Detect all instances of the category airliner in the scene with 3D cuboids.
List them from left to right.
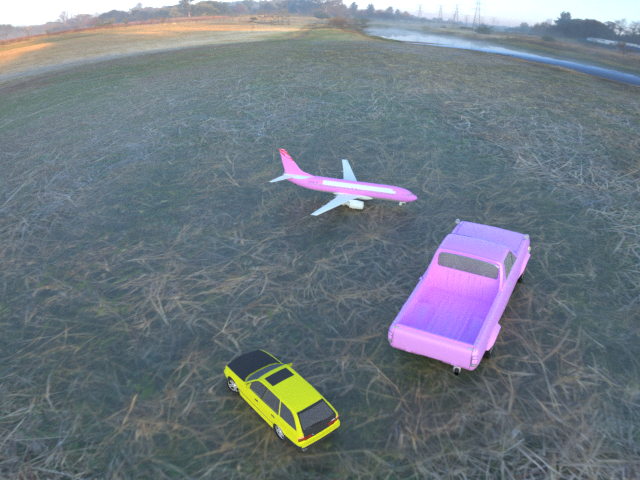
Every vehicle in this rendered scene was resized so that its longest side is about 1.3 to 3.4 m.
[{"bbox_3d":[0.461,-1.093,12.294,2.541,0.835,2.257,8,32,13],"label":"airliner"}]

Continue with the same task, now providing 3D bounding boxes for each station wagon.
[{"bbox_3d":[-0.476,1.711,7.974,0.682,0.473,1.597,-22,38,-32],"label":"station wagon"}]

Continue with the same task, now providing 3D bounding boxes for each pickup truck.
[{"bbox_3d":[1.969,0.565,9.378,1.244,0.993,3.117,14,34,22],"label":"pickup truck"}]
